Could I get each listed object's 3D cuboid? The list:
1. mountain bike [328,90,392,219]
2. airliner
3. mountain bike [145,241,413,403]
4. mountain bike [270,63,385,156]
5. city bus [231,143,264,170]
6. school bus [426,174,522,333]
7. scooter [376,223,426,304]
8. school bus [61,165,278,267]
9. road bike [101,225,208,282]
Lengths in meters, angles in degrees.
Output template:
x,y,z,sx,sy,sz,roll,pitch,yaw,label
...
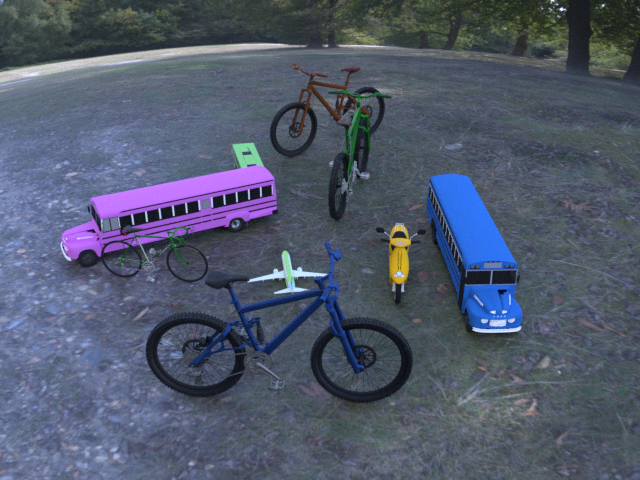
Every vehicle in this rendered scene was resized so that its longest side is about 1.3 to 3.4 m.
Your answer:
x,y,z,sx,sy,sz,roll,pitch,yaw,label
0.550,-1.553,11.999,1.114,1.688,2.857,7,29,13,mountain bike
-0.442,0.376,9.781,1.161,0.429,1.307,-4,29,-7,airliner
-0.445,1.003,7.323,2.857,1.688,1.114,1,29,3,mountain bike
0.204,-2.684,14.068,2.857,1.688,1.114,-19,34,-31,mountain bike
-1.271,-1.251,12.728,0.476,0.460,1.674,-7,29,-12,city bus
2.111,0.101,9.853,0.709,0.844,3.322,-1,29,-2,school bus
1.091,0.171,9.646,0.662,0.919,1.399,3,29,5,scooter
-2.298,-0.418,10.803,3.322,0.844,0.709,-14,32,-24,school bus
-2.310,0.186,9.689,1.545,0.852,0.358,4,29,7,road bike
